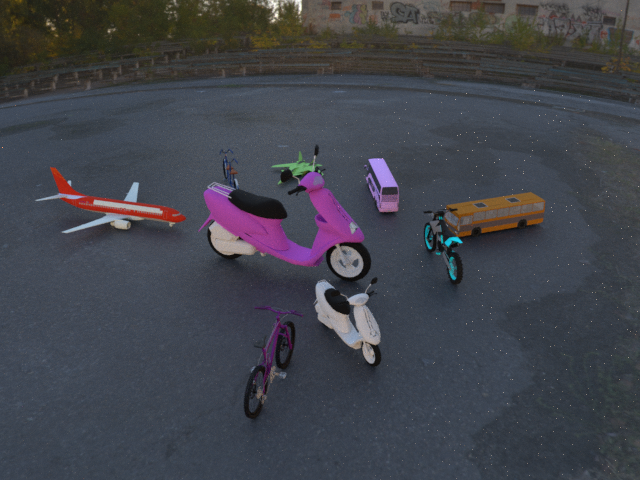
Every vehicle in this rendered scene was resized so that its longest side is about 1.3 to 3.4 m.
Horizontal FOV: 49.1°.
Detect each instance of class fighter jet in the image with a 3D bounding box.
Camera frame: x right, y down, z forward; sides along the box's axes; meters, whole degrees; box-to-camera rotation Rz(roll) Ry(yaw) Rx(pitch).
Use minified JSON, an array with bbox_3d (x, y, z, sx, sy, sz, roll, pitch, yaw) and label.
[{"bbox_3d":[-0.507,-1.412,13.920,1.147,0.286,1.358,12,28,23],"label":"fighter jet"}]

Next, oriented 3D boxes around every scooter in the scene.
[{"bbox_3d":[-0.549,-0.381,10.089,2.721,1.786,1.288,10,28,19],"label":"scooter"},{"bbox_3d":[0.324,0.867,8.515,0.662,0.919,1.399,-15,30,-28],"label":"scooter"}]

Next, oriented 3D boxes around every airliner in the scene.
[{"bbox_3d":[-3.451,-0.722,11.877,2.541,0.835,2.257,7,27,15],"label":"airliner"}]

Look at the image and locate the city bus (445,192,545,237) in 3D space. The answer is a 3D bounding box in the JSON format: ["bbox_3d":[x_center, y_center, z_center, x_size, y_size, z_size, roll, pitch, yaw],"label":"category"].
[{"bbox_3d":[2.913,-0.411,11.665,1.674,0.460,0.476,-9,27,-18],"label":"city bus"}]

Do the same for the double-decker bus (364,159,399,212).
[{"bbox_3d":[1.126,-1.035,12.855,0.389,0.541,1.672,-2,26,-5],"label":"double-decker bus"}]

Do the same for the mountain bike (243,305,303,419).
[{"bbox_3d":[-0.535,1.278,7.728,0.573,0.868,1.469,8,27,16],"label":"mountain bike"}]

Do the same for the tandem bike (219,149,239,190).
[{"bbox_3d":[-1.688,-1.264,13.165,0.283,0.682,1.642,-7,27,-15],"label":"tandem bike"}]

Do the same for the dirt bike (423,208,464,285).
[{"bbox_3d":[1.811,0.007,10.353,0.527,0.857,1.493,-5,26,-10],"label":"dirt bike"}]
